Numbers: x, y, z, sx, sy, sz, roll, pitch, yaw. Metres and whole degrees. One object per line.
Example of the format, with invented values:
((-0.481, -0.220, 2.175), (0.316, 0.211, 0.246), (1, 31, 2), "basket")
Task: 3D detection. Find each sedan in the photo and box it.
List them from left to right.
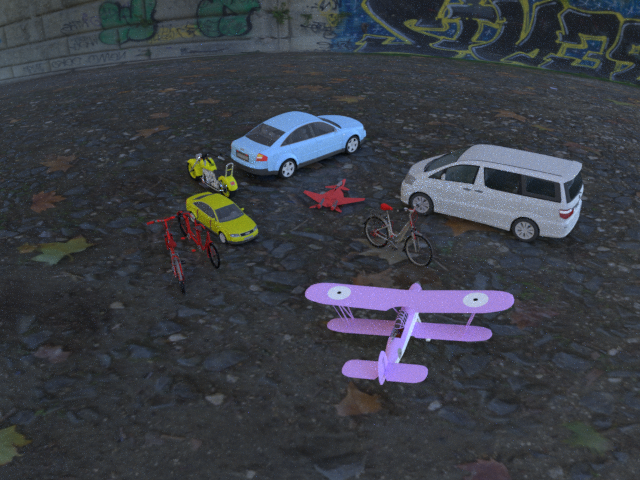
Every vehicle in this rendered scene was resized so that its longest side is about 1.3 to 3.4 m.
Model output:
((-1.658, -0.426, 11.743), (0.635, 0.483, 1.613), (-22, 36, -34), "sedan")
((-0.370, -2.099, 14.225), (3.137, 0.940, 1.235), (-25, 38, -37), "sedan")

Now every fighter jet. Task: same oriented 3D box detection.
((0.287, -0.926, 12.821), (1.147, 0.286, 1.358), (9, 31, 15), "fighter jet")

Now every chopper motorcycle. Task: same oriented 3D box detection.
((-2.031, -1.289, 12.981), (0.466, 0.761, 1.563), (-22, 36, -34), "chopper motorcycle")

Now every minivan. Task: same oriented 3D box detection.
((2.873, -0.940, 11.925), (3.011, 1.197, 1.324), (17, 34, 27), "minivan")

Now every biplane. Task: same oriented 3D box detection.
((0.951, 1.087, 8.574), (2.598, 0.981, 2.120), (9, 31, 16), "biplane")

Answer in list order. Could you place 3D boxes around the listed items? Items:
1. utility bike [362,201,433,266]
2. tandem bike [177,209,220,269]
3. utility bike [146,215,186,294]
((1.224, -0.189, 10.856), (0.535, 0.946, 1.435), (-26, 39, -38), "utility bike")
((-1.938, -0.136, 11.031), (0.283, 0.682, 1.642), (-17, 34, -27), "tandem bike")
((-2.194, 0.163, 10.236), (0.535, 0.946, 1.435), (-10, 31, -16), "utility bike")
